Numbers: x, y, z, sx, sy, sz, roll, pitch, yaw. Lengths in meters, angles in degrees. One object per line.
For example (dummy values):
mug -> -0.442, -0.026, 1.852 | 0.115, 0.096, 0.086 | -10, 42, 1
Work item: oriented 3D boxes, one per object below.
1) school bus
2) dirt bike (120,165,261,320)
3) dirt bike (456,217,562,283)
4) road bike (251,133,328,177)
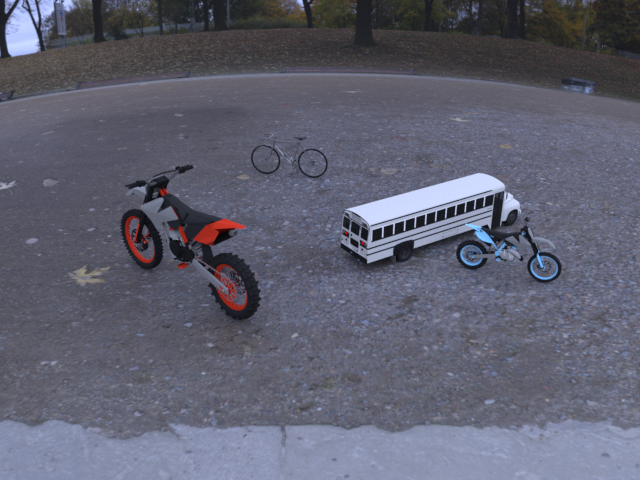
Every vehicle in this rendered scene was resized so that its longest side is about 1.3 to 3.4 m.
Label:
school bus -> 1.872, -0.399, 11.072 | 3.322, 0.844, 0.709 | -16, 31, -30
dirt bike -> -1.866, -0.039, 9.416 | 2.903, 1.666, 1.024 | 22, 34, 37
dirt bike -> 2.701, 0.126, 9.995 | 1.493, 0.857, 0.527 | 11, 28, 21
road bike -> -0.604, -1.645, 13.584 | 1.545, 0.852, 0.358 | 6, 27, 12
